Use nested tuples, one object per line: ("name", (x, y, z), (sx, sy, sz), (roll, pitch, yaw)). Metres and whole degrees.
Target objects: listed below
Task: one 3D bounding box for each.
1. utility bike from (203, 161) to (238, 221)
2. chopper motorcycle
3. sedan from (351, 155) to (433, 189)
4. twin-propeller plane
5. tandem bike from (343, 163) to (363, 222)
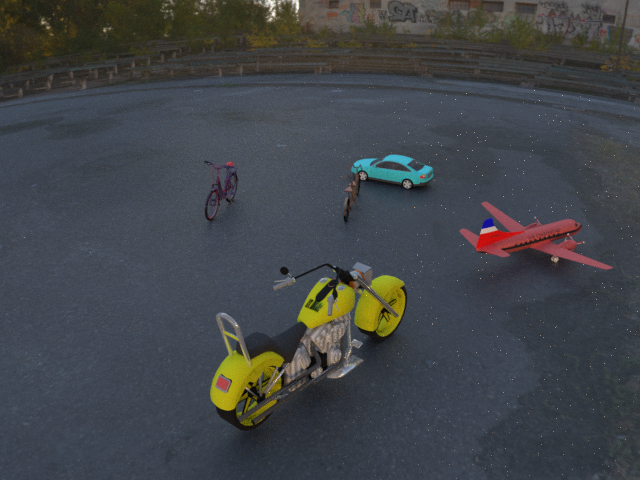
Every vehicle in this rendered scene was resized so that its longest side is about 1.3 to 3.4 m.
("utility bike", (-1.642, -0.952, 12.066), (0.535, 0.946, 1.435), (7, 27, 14))
("chopper motorcycle", (0.024, 0.896, 7.646), (0.906, 1.480, 3.040), (21, 33, 36))
("sedan", (1.377, -1.374, 13.464), (1.613, 0.483, 0.635), (13, 29, 25))
("twin-propeller plane", (3.192, -0.130, 10.548), (2.129, 0.792, 2.663), (-13, 29, -25))
("tandem bike", (0.565, -0.875, 12.210), (0.283, 0.682, 1.642), (5, 26, 11))
